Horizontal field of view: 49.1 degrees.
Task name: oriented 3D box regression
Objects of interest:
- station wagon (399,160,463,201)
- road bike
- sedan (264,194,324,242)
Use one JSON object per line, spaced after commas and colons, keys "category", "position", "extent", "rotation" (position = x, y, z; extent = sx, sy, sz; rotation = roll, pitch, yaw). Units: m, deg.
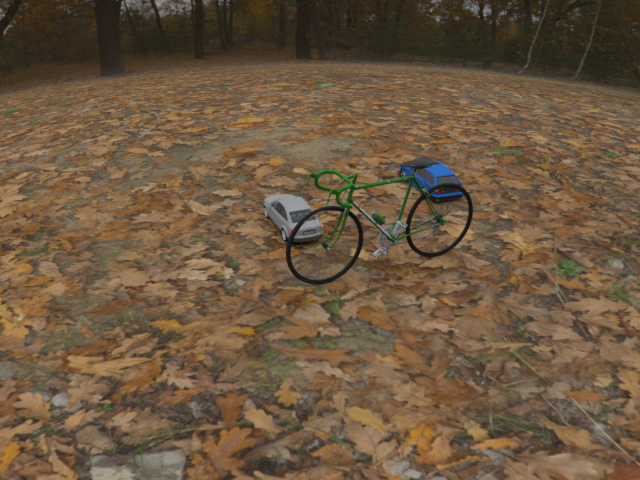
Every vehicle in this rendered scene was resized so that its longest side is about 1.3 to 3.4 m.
{"category": "station wagon", "position": [1.992, -1.181, 12.707], "extent": [0.682, 0.473, 1.597], "rotation": [-8, 28, -16]}
{"category": "road bike", "position": [0.905, -0.321, 9.687], "extent": [3.004, 1.656, 0.696], "rotation": [-12, 29, -23]}
{"category": "sedan", "position": [-0.453, -0.437, 11.219], "extent": [0.635, 0.483, 1.613], "rotation": [-10, 29, -20]}
